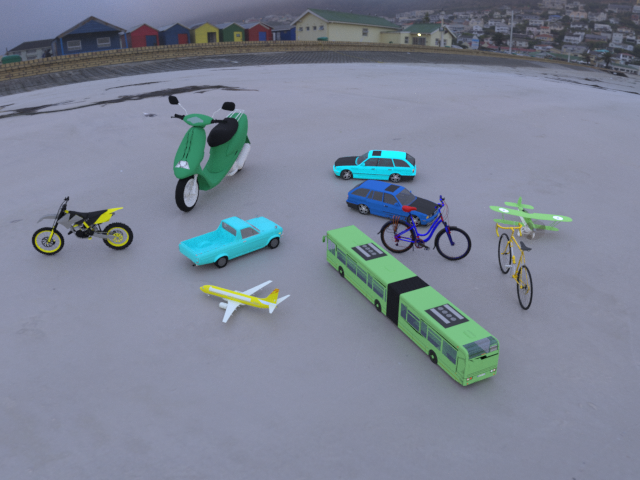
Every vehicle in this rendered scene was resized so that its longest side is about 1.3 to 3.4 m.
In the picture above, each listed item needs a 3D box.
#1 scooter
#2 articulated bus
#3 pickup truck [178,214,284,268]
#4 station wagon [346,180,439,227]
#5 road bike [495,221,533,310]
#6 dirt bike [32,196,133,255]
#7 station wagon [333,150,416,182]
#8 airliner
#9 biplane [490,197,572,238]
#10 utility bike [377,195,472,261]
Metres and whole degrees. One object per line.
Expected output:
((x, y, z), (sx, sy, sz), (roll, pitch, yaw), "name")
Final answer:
((-1.938, -1.759, 12.651), (1.288, 1.786, 2.721), (9, 29, 18), "scooter")
((1.053, 0.716, 9.199), (0.605, 0.561, 3.401), (-13, 30, -24), "articulated bus")
((-1.337, -0.030, 10.695), (1.603, 0.511, 0.640), (-21, 34, -34), "pickup truck")
((1.256, -0.664, 11.963), (1.597, 0.473, 0.682), (15, 31, 27), "station wagon")
((2.702, 0.303, 9.681), (0.358, 0.852, 1.545), (-1, 27, -2), "road bike")
((-3.624, -0.187, 10.623), (1.493, 0.857, 0.527), (-5, 28, -9), "dirt bike")
((1.053, -1.457, 13.496), (1.597, 0.473, 0.682), (4, 28, 7), "station wagon")
((-1.086, 0.694, 9.385), (1.307, 0.429, 1.161), (13, 30, 24), "airliner")
((3.358, -0.367, 11.353), (1.336, 0.504, 1.090), (0, 27, 0), "biplane")
((1.582, -0.203, 10.556), (1.435, 0.946, 0.535), (8, 28, 15), "utility bike")
